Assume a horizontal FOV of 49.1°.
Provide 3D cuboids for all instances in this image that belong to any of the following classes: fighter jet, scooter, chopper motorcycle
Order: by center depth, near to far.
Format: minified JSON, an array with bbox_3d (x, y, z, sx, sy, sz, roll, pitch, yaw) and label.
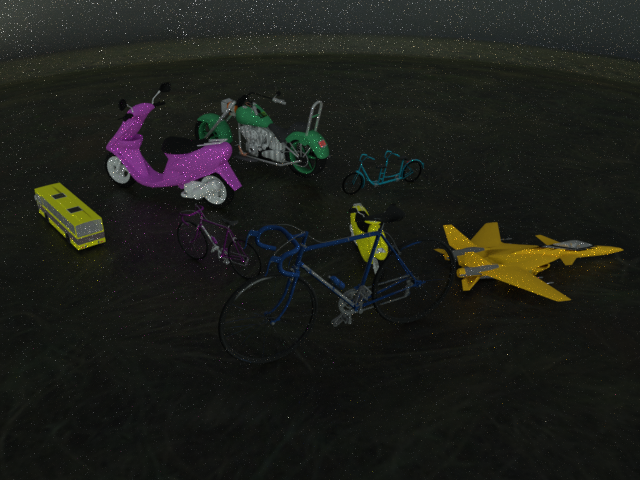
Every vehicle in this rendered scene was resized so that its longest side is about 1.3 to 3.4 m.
[{"bbox_3d":[3.031,0.107,9.674,2.640,0.557,2.229,-5,28,-10],"label":"fighter jet"},{"bbox_3d":[0.672,-0.128,9.731,0.662,0.919,1.399,-6,29,-12],"label":"scooter"},{"bbox_3d":[-2.511,-1.518,11.433,2.721,1.786,1.288,13,30,23],"label":"scooter"},{"bbox_3d":[-1.133,-2.039,12.746,3.040,1.480,0.906,18,33,31],"label":"chopper motorcycle"}]

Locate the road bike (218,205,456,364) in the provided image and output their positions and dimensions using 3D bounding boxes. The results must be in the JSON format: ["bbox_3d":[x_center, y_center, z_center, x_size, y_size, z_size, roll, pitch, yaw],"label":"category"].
[{"bbox_3d":[0.285,0.452,7.847,3.004,1.656,0.696,-12,30,-22],"label":"road bike"}]

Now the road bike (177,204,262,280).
[{"bbox_3d":[-1.395,0.022,9.519,1.545,0.852,0.358,18,33,30],"label":"road bike"}]

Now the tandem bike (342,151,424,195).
[{"bbox_3d":[1.105,-1.205,12.022,1.642,0.682,0.283,-14,31,-24],"label":"tandem bike"}]

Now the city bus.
[{"bbox_3d":[-3.823,-0.361,10.664,0.476,0.460,1.674,-20,34,-34],"label":"city bus"}]
